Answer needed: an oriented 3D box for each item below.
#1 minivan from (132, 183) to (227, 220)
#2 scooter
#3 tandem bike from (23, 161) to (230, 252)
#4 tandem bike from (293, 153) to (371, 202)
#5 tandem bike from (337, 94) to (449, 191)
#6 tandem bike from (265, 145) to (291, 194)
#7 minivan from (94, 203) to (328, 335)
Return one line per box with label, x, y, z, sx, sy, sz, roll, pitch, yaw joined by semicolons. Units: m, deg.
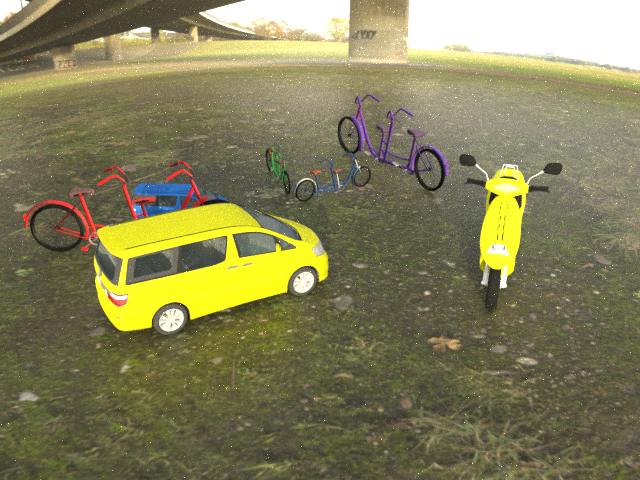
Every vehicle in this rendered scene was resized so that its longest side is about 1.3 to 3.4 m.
minivan;-2.215;-0.560;11.262;1.548;0.616;0.681;0;27;1
scooter;2.515;-0.374;9.587;1.288;1.786;2.721;8;28;15
tandem bike;-2.740;-0.457;10.266;3.192;1.326;0.550;-2;27;-3
tandem bike;0.237;-1.119;12.300;1.642;0.682;0.283;-16;31;-29
tandem bike;1.288;-1.914;13.166;0.550;1.326;3.192;-18;32;-31
tandem bike;-0.784;-1.400;12.859;0.283;0.682;1.642;-9;28;-17
minivan;-1.337;0.214;9.073;3.011;1.197;1.324;-14;30;-26
